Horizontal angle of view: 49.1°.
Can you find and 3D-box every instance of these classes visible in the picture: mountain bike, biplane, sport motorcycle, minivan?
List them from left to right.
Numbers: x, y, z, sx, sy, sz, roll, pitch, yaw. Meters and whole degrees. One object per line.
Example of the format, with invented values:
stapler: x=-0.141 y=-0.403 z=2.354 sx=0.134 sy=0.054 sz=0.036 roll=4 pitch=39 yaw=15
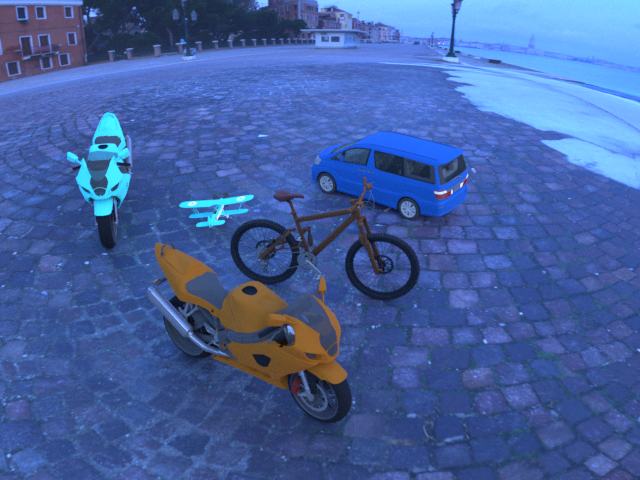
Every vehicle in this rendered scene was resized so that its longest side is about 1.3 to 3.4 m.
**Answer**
sport motorcycle: x=-3.708 y=-1.108 z=12.269 sx=0.983 sy=1.596 sz=2.955 roll=-5 pitch=30 yaw=-9
biplane: x=-1.841 y=-0.481 z=12.266 sx=1.336 sy=0.504 sz=1.090 roll=2 pitch=29 yaw=4
sport motorcycle: x=-0.859 y=1.075 z=8.354 sx=2.955 sy=1.596 sz=0.983 roll=20 pitch=35 yaw=31
mountain bike: x=0.033 y=0.028 z=10.138 sx=2.857 sy=1.688 sz=1.114 roll=7 pitch=30 yaw=12
minivan: x=1.236 y=-1.349 z=13.111 sx=3.011 sy=1.197 sz=1.324 roll=20 pitch=35 yaw=32
